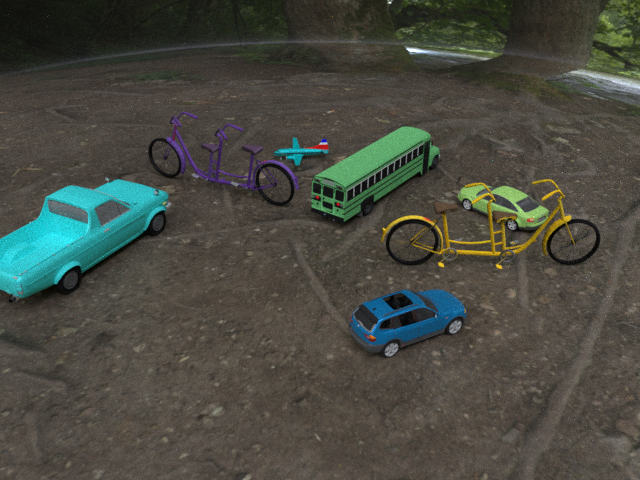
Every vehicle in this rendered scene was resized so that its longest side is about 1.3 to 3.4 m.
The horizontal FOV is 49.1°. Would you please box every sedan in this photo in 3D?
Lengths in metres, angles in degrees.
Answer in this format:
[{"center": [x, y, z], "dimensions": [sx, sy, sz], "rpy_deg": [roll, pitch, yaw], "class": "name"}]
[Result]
[{"center": [3.019, -0.628, 11.640], "dimensions": [0.635, 0.483, 1.613], "rpy_deg": [-23, 37, -34], "class": "sedan"}]

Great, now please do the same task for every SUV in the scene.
[{"center": [1.126, 0.947, 8.842], "dimensions": [1.572, 0.580, 0.656], "rpy_deg": [-15, 33, -24], "class": "SUV"}]

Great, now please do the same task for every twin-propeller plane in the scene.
[{"center": [-0.374, -1.771, 13.674], "dimensions": [1.095, 0.407, 1.370], "rpy_deg": [-2, 30, -4], "class": "twin-propeller plane"}]

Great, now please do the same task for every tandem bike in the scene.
[{"center": [-1.772, -1.446, 12.206], "dimensions": [3.192, 1.326, 0.550], "rpy_deg": [15, 33, 24], "class": "tandem bike"}, {"center": [2.483, -0.203, 10.073], "dimensions": [3.192, 1.326, 0.550], "rpy_deg": [0, 30, 0], "class": "tandem bike"}]

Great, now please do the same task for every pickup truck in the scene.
[{"center": [-3.600, -0.172, 10.351], "dimensions": [1.244, 0.993, 3.117], "rpy_deg": [15, 34, 24], "class": "pickup truck"}]

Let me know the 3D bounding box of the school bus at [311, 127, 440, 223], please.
[{"center": [1.105, -1.258, 12.362], "dimensions": [0.709, 0.844, 3.322], "rpy_deg": [21, 36, 31], "class": "school bus"}]
